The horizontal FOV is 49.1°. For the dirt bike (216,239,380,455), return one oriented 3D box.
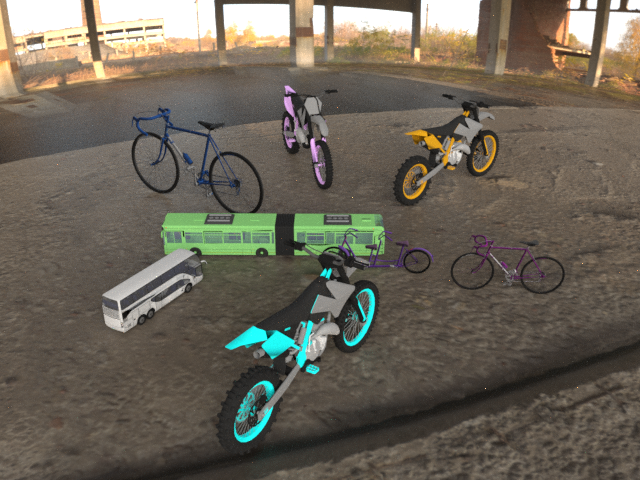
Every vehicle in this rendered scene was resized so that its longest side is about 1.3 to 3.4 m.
[{"bbox_3d":[-0.132,0.971,7.543,1.024,1.666,2.903,18,32,30],"label":"dirt bike"}]

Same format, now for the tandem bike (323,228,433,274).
[{"bbox_3d":[0.828,0.171,10.156,1.642,0.682,0.283,2,27,4],"label":"tandem bike"}]

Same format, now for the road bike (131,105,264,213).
[{"bbox_3d":[-2.197,-1.379,12.086,3.004,1.656,0.697,16,32,28],"label":"road bike"}]

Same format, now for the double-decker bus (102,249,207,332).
[{"bbox_3d":[-2.199,0.629,9.425,0.389,0.541,1.672,15,31,27],"label":"double-decker bus"}]

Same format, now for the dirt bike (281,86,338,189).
[{"bbox_3d":[-0.267,-2.144,13.550,1.024,1.666,2.903,-9,29,-17],"label":"dirt bike"}]

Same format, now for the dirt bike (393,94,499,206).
[{"bbox_3d":[2.367,-1.682,12.660,2.903,1.666,1.024,-22,35,-36],"label":"dirt bike"}]

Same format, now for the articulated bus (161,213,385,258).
[{"bbox_3d":[-0.723,-0.087,10.784,3.401,0.561,0.605,0,27,1],"label":"articulated bus"}]

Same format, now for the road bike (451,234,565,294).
[{"bbox_3d":[2.591,0.349,9.628,1.545,0.852,0.358,3,28,6],"label":"road bike"}]
